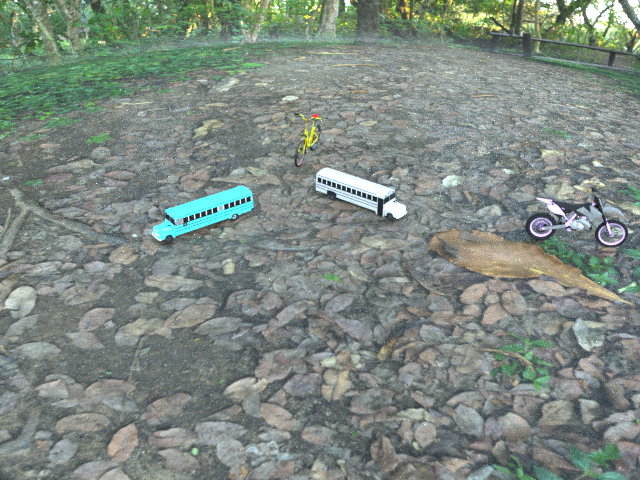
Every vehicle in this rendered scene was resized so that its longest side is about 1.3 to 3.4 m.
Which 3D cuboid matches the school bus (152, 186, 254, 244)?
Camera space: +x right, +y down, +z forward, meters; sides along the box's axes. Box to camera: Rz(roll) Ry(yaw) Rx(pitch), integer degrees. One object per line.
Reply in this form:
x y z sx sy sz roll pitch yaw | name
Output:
-1.869 -0.418 11.183 1.708 0.434 0.365 -21 36 -32 | school bus

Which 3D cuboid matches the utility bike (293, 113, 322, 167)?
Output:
-0.175 -2.011 13.416 0.535 0.946 1.435 10 32 16 | utility bike

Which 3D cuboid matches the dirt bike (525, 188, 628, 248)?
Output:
3.910 -0.320 10.594 1.493 0.857 0.527 7 31 12 | dirt bike

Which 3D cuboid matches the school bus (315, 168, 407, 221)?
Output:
0.691 -0.782 11.809 1.708 0.434 0.365 22 37 33 | school bus
